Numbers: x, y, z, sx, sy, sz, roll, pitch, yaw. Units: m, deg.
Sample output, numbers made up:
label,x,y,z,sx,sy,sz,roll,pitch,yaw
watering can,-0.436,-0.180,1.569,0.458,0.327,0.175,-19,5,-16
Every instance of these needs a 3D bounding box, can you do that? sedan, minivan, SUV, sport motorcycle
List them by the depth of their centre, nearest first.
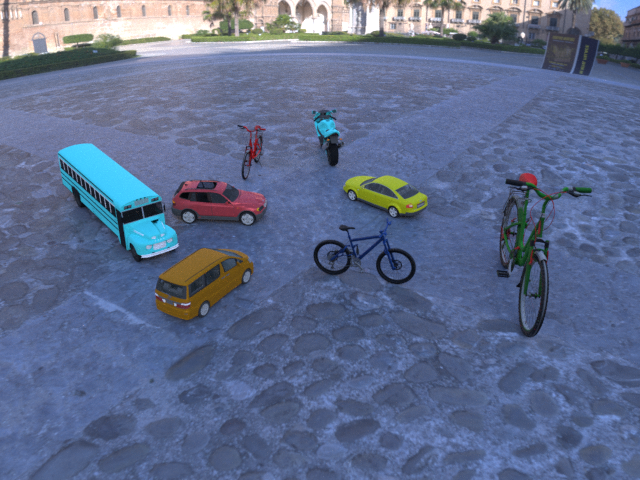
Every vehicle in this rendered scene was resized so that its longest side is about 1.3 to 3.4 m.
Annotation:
label,x,y,z,sx,sy,sz,roll,pitch,yaw
minivan,-1.526,0.478,9.462,0.681,0.616,1.548,16,32,26
SUV,-1.659,-0.647,11.549,1.572,0.580,0.656,2,29,4
sedan,1.096,-0.836,11.995,1.613,0.483,0.635,25,37,38
sport motorcycle,0.155,-2.063,13.880,0.506,0.821,1.520,-5,29,-9

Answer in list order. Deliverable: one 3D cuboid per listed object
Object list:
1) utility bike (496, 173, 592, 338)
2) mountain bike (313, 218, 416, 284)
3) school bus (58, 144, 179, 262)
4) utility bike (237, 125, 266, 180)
label,x,y,z,sx,sy,sz,roll,pitch,yaw
utility bike,2.799,-0.077,9.203,1.039,1.839,2.791,2,29,4
mountain bike,0.614,0.172,9.757,1.469,0.868,0.573,8,30,14
school bus,-3.314,-0.675,11.326,0.709,0.844,3.322,-20,34,-32
utility bike,-1.225,-1.761,13.201,0.535,0.946,1.435,5,29,9
